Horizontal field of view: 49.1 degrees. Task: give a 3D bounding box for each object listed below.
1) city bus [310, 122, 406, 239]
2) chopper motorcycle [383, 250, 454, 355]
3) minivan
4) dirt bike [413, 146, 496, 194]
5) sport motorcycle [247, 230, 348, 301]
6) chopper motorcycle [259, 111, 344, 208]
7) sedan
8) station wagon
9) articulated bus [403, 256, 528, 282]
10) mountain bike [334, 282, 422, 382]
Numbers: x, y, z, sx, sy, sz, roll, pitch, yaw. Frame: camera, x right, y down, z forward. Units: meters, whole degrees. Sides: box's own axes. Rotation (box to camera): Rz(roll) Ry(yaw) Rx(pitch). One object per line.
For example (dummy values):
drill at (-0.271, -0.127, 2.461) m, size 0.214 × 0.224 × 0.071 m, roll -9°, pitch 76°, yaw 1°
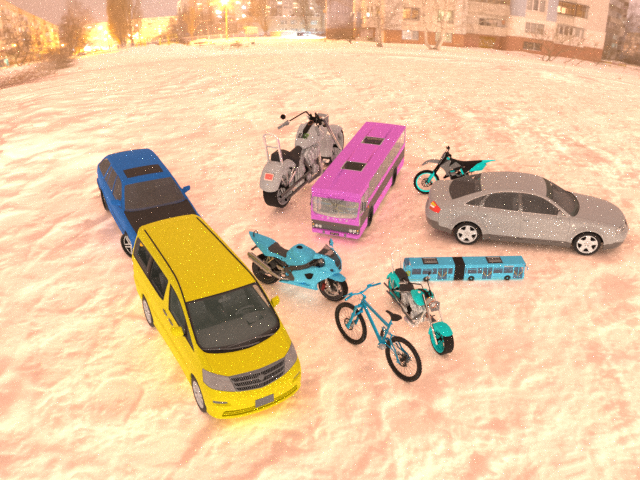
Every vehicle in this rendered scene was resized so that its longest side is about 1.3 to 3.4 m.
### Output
city bus at (0.744, -1.099, 12.213) m, size 0.926 × 0.894 × 3.255 m, roll 9°, pitch 30°, yaw 16°
chopper motorcycle at (1.267, 0.778, 8.956) m, size 0.466 × 0.761 × 1.563 m, roll -11°, pitch 31°, yaw -19°
minivan at (-1.332, 0.809, 8.450) m, size 1.324 × 1.197 × 3.011 m, roll -15°, pitch 32°, yaw -26°
dirt bike at (2.416, -1.177, 12.394) m, size 1.493 × 0.857 × 0.527 m, roll 2°, pitch 29°, yaw 4°
sport motorcycle at (-0.306, 0.356, 9.657) m, size 1.520 × 0.821 × 0.506 m, roll 13°, pitch 32°, yaw 23°
chopper motorcycle at (-0.241, -1.668, 12.637) m, size 0.906 × 1.480 × 3.040 m, roll 12°, pitch 31°, yaw 21°
sedan at (3.260, -0.519, 11.118) m, size 3.137 × 0.940 × 1.235 m, roll 5°, pitch 29°, yaw 10°
station wagon at (-2.824, -0.694, 11.455) m, size 1.327 × 0.920 × 3.105 m, roll -14°, pitch 32°, yaw -23°
articulated bus at (2.087, 0.409, 10.111) m, size 1.749 × 0.289 × 0.311 m, roll -1°, pitch 29°, yaw -2°
mountain bike at (0.672, 1.070, 8.317) m, size 0.573 × 0.868 × 1.469 m, roll -22°, pitch 36°, yaw -34°
